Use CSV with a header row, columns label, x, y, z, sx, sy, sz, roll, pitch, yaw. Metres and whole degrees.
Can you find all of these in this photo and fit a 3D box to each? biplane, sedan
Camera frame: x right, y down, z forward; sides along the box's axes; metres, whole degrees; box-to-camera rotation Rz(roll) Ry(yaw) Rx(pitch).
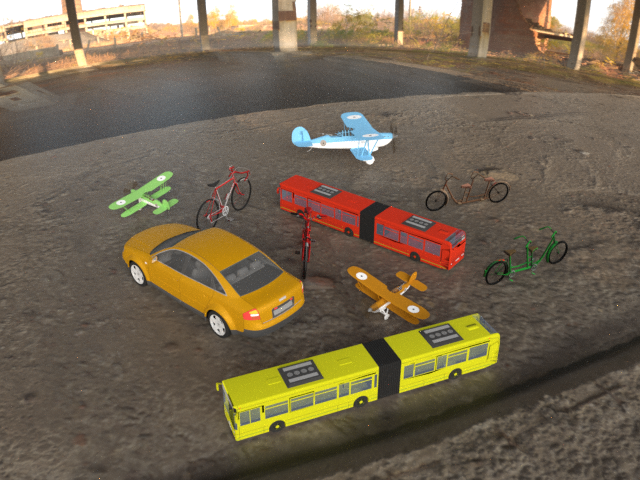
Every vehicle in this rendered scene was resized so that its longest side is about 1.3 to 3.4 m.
label,x,y,z,sx,sy,sz,roll,pitch,yaw
biplane,0.496,-1.996,13.884,2.120,0.981,2.598,-4,30,-6
biplane,-2.962,-0.689,12.102,1.090,0.504,1.336,23,37,34
sedan,-1.595,0.366,9.846,3.137,0.940,1.235,24,38,35
biplane,1.016,0.761,9.598,1.336,0.504,1.090,24,38,35

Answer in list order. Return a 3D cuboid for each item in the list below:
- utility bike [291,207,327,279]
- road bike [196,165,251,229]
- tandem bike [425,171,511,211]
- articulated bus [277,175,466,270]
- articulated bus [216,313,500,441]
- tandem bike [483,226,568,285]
label,x,y,z,sx,sy,sz,roll,pitch,yaw
utility bike,-0.164,-0.083,10.614,0.535,0.946,1.435,0,30,0
road bike,-1.605,-0.703,11.779,0.358,0.852,1.545,16,34,25
tandem bike,2.618,-0.884,12.261,1.642,0.682,0.283,-8,31,-14
articulated bus,0.742,-0.343,11.447,3.401,0.561,0.605,21,36,32
articulated bus,0.529,1.550,8.179,3.401,0.561,0.605,-12,32,-19
tandem bike,3.078,0.219,10.357,1.642,0.682,0.283,-15,33,-24
